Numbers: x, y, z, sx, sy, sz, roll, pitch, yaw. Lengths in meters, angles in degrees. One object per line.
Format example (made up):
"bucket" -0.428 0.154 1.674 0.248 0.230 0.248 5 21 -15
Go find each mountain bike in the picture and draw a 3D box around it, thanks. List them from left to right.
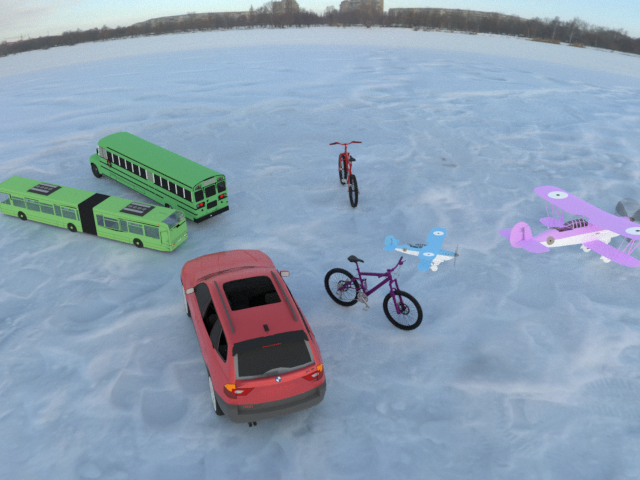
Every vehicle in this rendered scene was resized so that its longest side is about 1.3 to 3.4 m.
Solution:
"mountain bike" 0.487 -1.185 12.118 0.573 0.868 1.469 -5 30 -8
"mountain bike" 0.665 0.624 8.961 1.469 0.868 0.573 19 35 30

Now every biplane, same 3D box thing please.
"biplane" 1.472 0.143 10.167 1.090 0.504 1.336 9 31 15
"biplane" 3.655 -0.125 10.156 2.120 0.981 2.598 -9 31 -16

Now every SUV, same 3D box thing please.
"SUV" -0.873 0.867 8.277 1.276 1.128 3.058 -9 31 -16

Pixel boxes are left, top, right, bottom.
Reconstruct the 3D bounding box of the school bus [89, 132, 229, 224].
"school bus" -2.912 -1.163 12.103 3.322 0.844 0.709 25 38 37

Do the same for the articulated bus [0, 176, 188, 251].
"articulated bus" -3.693 -0.443 11.131 3.401 0.561 0.605 12 32 20
